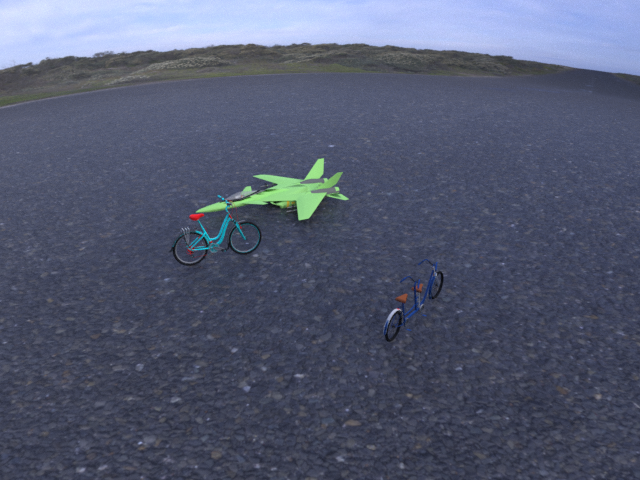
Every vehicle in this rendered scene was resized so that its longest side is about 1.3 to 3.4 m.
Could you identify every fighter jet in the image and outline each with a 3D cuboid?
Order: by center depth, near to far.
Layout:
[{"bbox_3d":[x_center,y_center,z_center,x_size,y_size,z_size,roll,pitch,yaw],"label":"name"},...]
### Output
[{"bbox_3d":[-0.918,-0.873,12.329,2.640,0.557,2.229,-12,29,-22],"label":"fighter jet"}]

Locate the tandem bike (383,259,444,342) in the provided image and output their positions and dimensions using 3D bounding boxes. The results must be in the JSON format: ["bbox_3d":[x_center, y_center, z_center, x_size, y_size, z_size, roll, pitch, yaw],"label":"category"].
[{"bbox_3d":[1.228,0.717,8.966,0.283,0.682,1.642,17,31,30],"label":"tandem bike"}]

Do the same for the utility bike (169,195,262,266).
[{"bbox_3d":[-1.574,-0.152,10.428,1.435,0.946,0.535,-11,28,-22],"label":"utility bike"}]
